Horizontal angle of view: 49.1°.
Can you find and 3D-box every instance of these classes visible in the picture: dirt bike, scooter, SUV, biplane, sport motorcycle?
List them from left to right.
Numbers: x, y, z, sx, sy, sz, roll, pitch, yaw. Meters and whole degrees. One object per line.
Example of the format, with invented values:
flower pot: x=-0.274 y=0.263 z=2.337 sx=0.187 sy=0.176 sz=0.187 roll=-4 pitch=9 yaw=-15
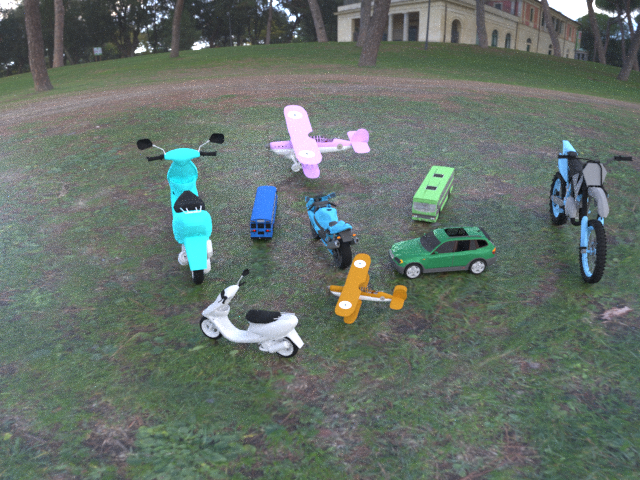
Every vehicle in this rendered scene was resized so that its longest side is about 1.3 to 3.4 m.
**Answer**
scooter: x=-1.979 y=-0.599 z=10.461 sx=1.288 sy=1.786 sz=2.721 roll=-6 pitch=27 yaw=-13
scooter: x=-0.853 y=0.909 z=8.370 sx=1.399 sy=0.919 sz=0.662 roll=11 pitch=28 yaw=20
biplane: x=-0.055 y=-1.887 z=14.006 sx=2.120 sy=0.981 sz=2.598 roll=-4 pitch=26 yaw=-8
sport motorcycle: x=0.146 y=-0.170 z=10.684 sx=0.506 sy=0.821 sz=1.520 roll=-10 pitch=28 yaw=-19
biplane: x=0.598 y=0.718 z=9.231 sx=1.090 sy=0.504 sz=1.336 roll=7 pitch=27 yaw=13
SUV: x=1.803 y=0.144 z=10.316 sx=1.572 sy=0.580 sz=0.656 roll=-4 pitch=26 yaw=-7
dirt bike: x=3.938 y=-0.601 z=10.601 sx=1.024 sy=1.666 sz=2.903 roll=2 pitch=26 yaw=4

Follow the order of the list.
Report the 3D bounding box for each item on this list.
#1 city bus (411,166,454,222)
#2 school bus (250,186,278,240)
city bus: x=2.020 y=-0.818 z=12.415 sx=0.476 sy=0.460 sz=1.674 roll=9 pitch=27 yaw=18
school bus: x=-0.930 y=-0.504 z=11.804 sx=0.365 sy=0.434 sz=1.708 roll=0 pitch=26 yaw=0
